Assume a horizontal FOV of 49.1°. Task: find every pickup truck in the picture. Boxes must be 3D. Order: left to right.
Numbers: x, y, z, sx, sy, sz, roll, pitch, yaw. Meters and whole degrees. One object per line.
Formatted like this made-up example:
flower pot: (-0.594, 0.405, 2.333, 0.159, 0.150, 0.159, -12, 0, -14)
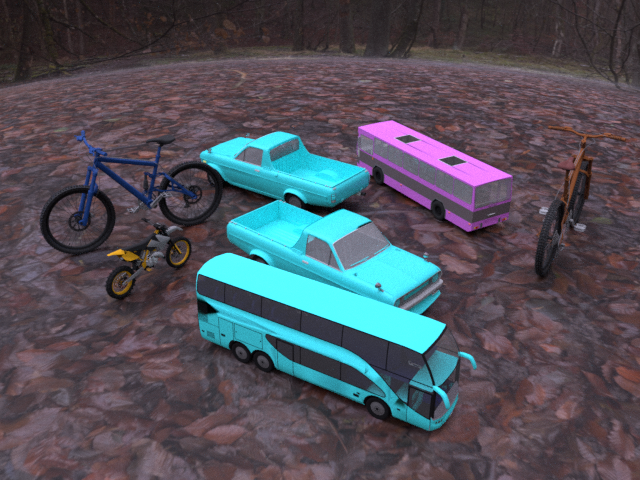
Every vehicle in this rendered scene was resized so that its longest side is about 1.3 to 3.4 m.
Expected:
pickup truck: (-0.682, -1.290, 12.282, 3.117, 0.993, 1.244, 19, 33, 32)
pickup truck: (0.125, 0.151, 9.552, 3.117, 0.993, 1.244, 23, 35, 36)

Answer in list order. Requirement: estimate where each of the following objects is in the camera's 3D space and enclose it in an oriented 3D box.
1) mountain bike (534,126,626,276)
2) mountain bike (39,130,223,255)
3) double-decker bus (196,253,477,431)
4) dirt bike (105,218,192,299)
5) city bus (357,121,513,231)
mountain bike: (3.671, -0.649, 10.324, 1.114, 1.688, 2.857, 15, 32, 27)
mountain bike: (-2.804, -0.781, 10.573, 2.857, 1.688, 1.114, -16, 32, -28)
double-decker bus: (0.051, 1.075, 7.739, 3.251, 1.052, 0.756, 16, 32, 28)
dirt bike: (-2.346, 0.199, 9.607, 0.527, 0.857, 1.493, 20, 34, 33)
city bus: (1.854, -1.151, 12.124, 0.926, 0.894, 3.255, -15, 32, -27)
